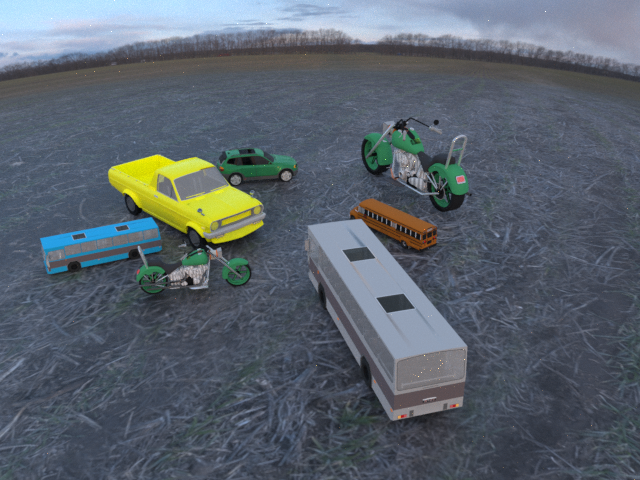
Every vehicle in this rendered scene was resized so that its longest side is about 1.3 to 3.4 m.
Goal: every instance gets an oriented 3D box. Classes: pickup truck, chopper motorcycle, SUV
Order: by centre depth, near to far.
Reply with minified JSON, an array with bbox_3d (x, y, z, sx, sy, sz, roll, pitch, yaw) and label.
[{"bbox_3d":[-1.729,0.353,9.606,1.563,0.761,0.466,-6,27,-13],"label":"chopper motorcycle"},{"bbox_3d":[-2.300,-0.822,11.713,1.244,0.993,3.117,-23,35,-39],"label":"pickup truck"},{"bbox_3d":[1.637,-1.557,12.646,0.906,1.480,3.040,-13,29,-25],"label":"chopper motorcycle"},{"bbox_3d":[-1.206,-1.453,13.447,1.572,0.580,0.656,-6,27,-11],"label":"SUV"}]

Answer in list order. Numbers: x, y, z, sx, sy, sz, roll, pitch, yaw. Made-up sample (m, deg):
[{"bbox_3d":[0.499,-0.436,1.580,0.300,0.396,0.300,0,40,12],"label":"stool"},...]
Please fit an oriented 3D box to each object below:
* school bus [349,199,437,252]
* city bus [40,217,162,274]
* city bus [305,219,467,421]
[{"bbox_3d":[1.128,-0.278,11.244,0.365,0.434,1.708,-20,33,-35],"label":"school bus"},{"bbox_3d":[-3.255,0.092,10.470,1.674,0.460,0.476,-13,29,-24],"label":"city bus"},{"bbox_3d":[0.659,0.831,8.492,0.926,0.894,3.255,-7,27,-15],"label":"city bus"}]
